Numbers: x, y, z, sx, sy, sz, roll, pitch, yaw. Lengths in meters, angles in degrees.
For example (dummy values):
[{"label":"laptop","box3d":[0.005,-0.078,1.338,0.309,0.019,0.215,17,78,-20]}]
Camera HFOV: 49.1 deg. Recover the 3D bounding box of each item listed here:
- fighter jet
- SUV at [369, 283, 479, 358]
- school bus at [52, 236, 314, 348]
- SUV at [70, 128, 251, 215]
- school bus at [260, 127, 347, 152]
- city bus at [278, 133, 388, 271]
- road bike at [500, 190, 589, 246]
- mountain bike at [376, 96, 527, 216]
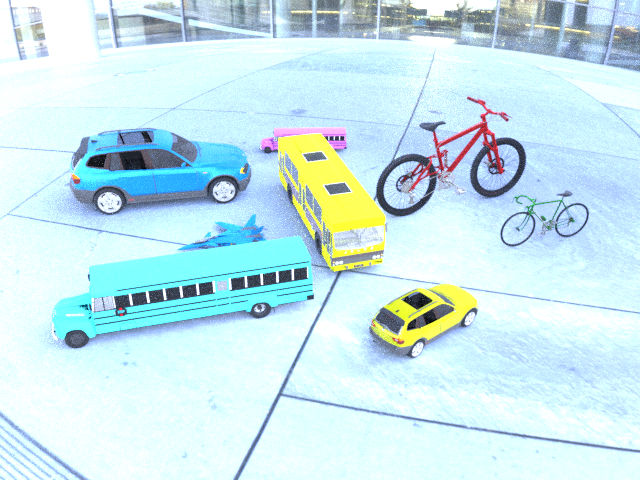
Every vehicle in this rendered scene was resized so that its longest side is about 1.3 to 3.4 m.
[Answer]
[{"label":"fighter jet","box3d":[-1.539,-0.060,10.771,1.358,0.286,1.147,-12,33,-20]},{"label":"SUV","box3d":[1.340,0.915,8.848,1.572,0.580,0.656,-23,38,-33]},{"label":"school bus","box3d":[-1.762,0.637,9.057,3.322,0.844,0.709,-8,32,-13]},{"label":"SUV","box3d":[-2.722,-1.287,12.009,3.058,1.128,1.276,-6,31,-11]},{"label":"school bus","box3d":[-0.329,-1.983,13.857,1.708,0.434,0.365,-1,31,-1]},{"label":"city bus","box3d":[0.092,-0.681,11.220,0.926,0.894,3.255,-9,32,-14]},{"label":"road bike","box3d":[3.464,-0.345,10.698,1.545,0.852,0.358,-9,32,-15]},{"label":"mountain bike","box3d":[2.232,-1.315,11.511,2.857,1.688,1.114,-12,33,-19]}]
